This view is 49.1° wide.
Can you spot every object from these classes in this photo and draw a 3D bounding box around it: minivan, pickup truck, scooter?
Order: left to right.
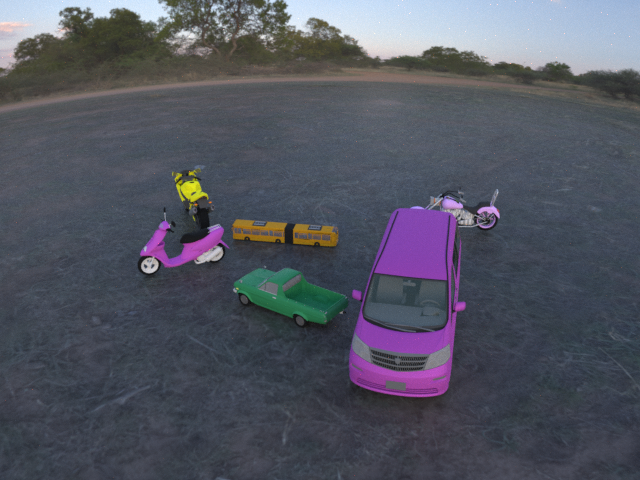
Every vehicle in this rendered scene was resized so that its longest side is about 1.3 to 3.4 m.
[{"bbox_3d":[-2.058,0.012,10.482,1.399,0.919,0.662,-11,27,-21],"label":"scooter"},{"bbox_3d":[-0.413,0.714,9.472,1.603,0.511,0.640,17,30,31],"label":"pickup truck"},{"bbox_3d":[1.152,0.669,8.764,1.324,1.197,3.011,6,26,12],"label":"minivan"}]

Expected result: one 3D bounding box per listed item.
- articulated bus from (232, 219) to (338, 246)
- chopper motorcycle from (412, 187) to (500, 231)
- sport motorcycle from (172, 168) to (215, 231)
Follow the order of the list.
[{"bbox_3d":[-0.581,-0.115,11.491,1.749,0.289,0.311,4,26,9],"label":"articulated bus"},{"bbox_3d":[2.238,-0.515,11.784,1.563,0.761,0.466,2,25,4],"label":"chopper motorcycle"},{"bbox_3d":[-2.185,-0.703,12.112,0.506,0.821,1.520,-11,27,-21],"label":"sport motorcycle"}]
